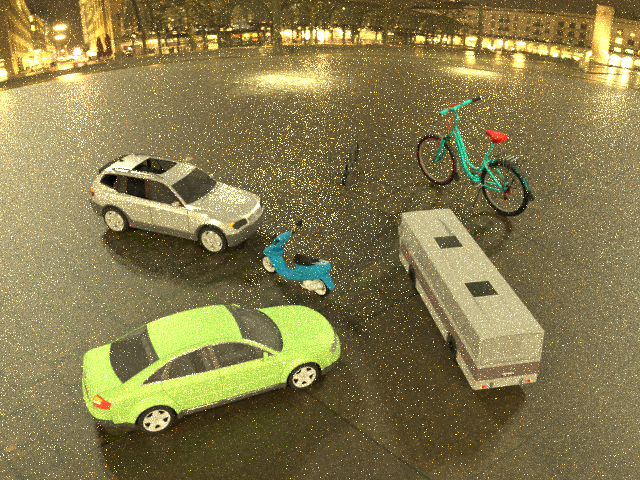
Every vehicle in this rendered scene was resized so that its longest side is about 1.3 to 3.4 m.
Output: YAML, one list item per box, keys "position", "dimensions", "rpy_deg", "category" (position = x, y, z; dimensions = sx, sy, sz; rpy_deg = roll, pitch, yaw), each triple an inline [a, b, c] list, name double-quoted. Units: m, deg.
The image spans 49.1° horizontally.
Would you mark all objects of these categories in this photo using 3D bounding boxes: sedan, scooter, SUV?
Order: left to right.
- position: [-2.440, -0.712, 11.909]
  dimensions: [3.058, 1.128, 1.276]
  rpy_deg: [11, 31, 19]
  category: "SUV"
- position: [-1.254, 1.350, 8.447]
  dimensions: [3.137, 0.940, 1.235]
  rpy_deg: [-12, 32, -21]
  category: "sedan"
- position: [-0.356, 0.274, 10.375]
  dimensions: [1.399, 0.919, 0.662]
  rpy_deg: [22, 36, 33]
  category: "scooter"

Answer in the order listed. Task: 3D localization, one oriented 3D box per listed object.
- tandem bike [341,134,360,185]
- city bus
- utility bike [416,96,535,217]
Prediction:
- position: [0.613, -1.661, 14.045]
  dimensions: [0.283, 0.682, 1.642]
  rpy_deg: [7, 30, 11]
  category: "tandem bike"
- position: [1.929, 0.705, 9.635]
  dimensions: [0.926, 0.894, 3.255]
  rpy_deg: [-5, 30, -9]
  category: "city bus"
- position: [2.691, -1.513, 12.605]
  dimensions: [1.039, 1.839, 2.791]
  rpy_deg: [-21, 36, -33]
  category: "utility bike"
